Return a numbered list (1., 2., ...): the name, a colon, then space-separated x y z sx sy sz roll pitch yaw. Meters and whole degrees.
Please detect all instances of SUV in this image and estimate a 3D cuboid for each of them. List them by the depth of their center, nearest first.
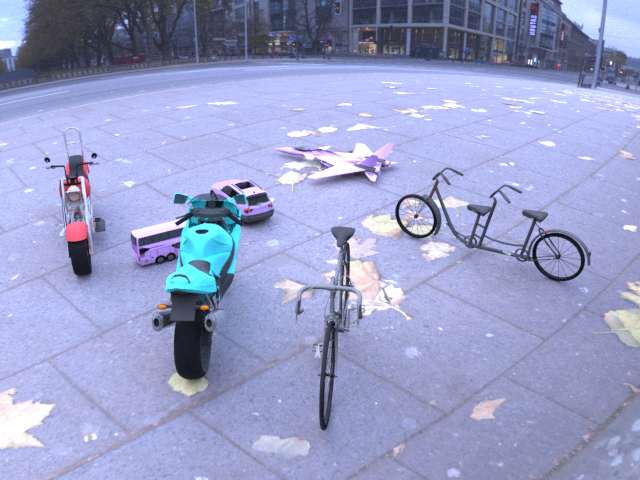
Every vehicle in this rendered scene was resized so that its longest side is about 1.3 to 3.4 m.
1. SUV: -1.403 -0.781 12.428 0.656 0.580 1.572 -16 32 -28

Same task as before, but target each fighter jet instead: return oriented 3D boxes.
1. fighter jet: 0.181 -1.819 14.444 2.640 0.557 2.229 14 31 25

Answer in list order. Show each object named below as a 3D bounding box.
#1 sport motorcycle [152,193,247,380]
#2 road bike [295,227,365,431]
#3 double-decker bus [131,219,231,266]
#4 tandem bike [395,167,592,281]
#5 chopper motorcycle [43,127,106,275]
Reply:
1. sport motorcycle: -1.478 0.443 8.983 0.983 1.596 2.955 1 28 1
2. road bike: 0.202 0.807 8.220 0.697 1.656 3.004 3 28 6
3. double-decker bus: -2.132 -0.051 11.071 1.672 0.541 0.389 -16 32 -28
4. tandem bike: 2.553 -0.296 10.694 3.192 1.326 0.550 18 33 31
5. chopper motorcycle: -3.925 -0.696 11.292 0.906 1.480 3.040 -8 29 -15
